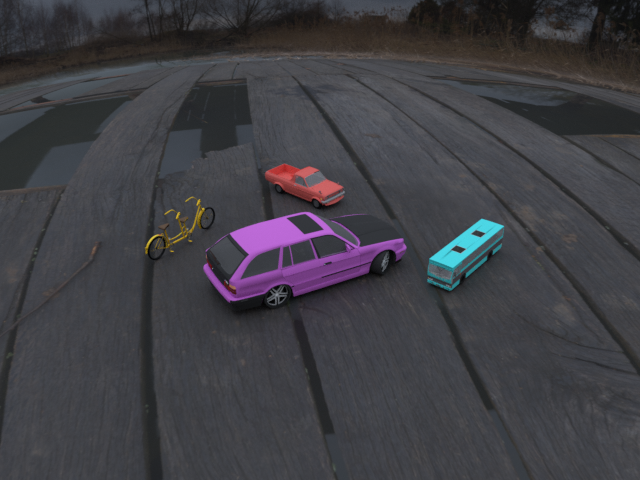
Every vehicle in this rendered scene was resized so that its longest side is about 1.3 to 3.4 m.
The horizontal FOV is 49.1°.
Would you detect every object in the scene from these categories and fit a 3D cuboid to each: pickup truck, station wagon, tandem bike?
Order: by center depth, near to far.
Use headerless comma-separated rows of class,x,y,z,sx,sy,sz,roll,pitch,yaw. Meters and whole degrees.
station wagon,-0.163,0.129,10.627,3.105,0.920,1.327,-16,33,-25
tandem bike,-2.282,-0.236,11.510,0.283,0.682,1.642,18,34,28
pickup truck,-0.300,-1.091,13.184,1.603,0.511,0.640,24,37,35

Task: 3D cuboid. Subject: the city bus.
city bus,2.290,0.223,10.927,0.476,0.460,1.674,22,36,33
